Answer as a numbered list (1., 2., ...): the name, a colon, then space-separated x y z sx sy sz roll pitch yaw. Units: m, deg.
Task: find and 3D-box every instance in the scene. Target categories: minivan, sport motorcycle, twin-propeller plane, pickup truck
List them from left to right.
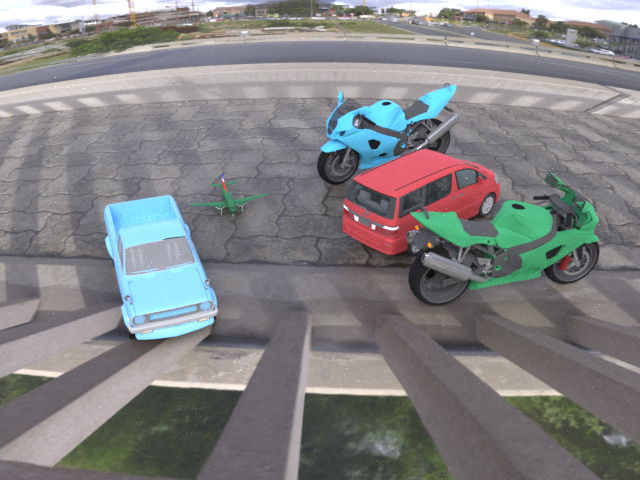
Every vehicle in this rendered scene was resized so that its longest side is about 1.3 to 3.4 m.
1. pickup truck: -2.364 0.202 10.015 1.244 0.993 3.117 -11 33 -17
2. twin-propeller plane: -1.604 -0.777 12.210 1.370 0.407 1.095 -9 32 -15
3. sport motorcycle: 1.270 -1.993 13.077 2.955 1.596 0.983 -15 34 -23
4. minivan: 1.755 -0.788 11.461 3.011 1.197 1.324 -26 39 -36
5. sport motorcycle: 2.591 0.069 9.650 2.955 1.596 0.983 -7 32 -12
